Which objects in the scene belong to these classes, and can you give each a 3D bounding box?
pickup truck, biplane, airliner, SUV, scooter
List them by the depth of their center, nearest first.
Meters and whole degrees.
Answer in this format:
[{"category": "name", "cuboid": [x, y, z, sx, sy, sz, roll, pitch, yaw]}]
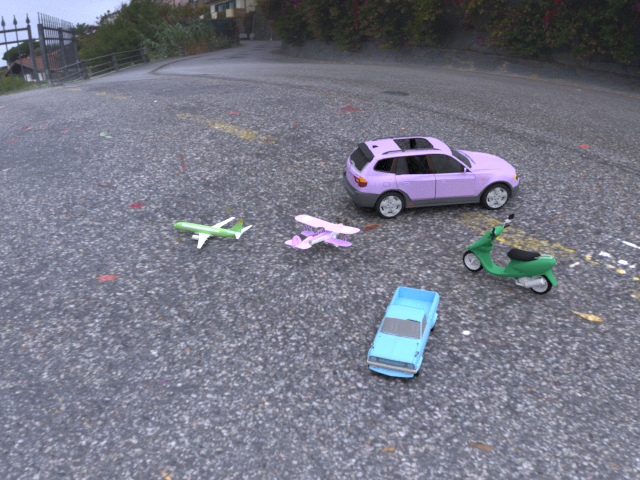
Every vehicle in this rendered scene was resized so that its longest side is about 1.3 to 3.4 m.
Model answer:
[{"category": "pickup truck", "cuboid": [1.045, 1.044, 8.534, 0.640, 0.511, 1.603, 9, 29, 16]}, {"category": "scooter", "cuboid": [2.643, 0.193, 9.731, 1.399, 0.919, 0.662, 20, 33, 33]}, {"category": "biplane", "cuboid": [-0.025, -0.068, 10.685, 1.090, 0.504, 1.336, -23, 35, -37]}, {"category": "airliner", "cuboid": [-1.767, -0.234, 11.087, 1.307, 0.429, 1.161, 10, 29, 19]}, {"category": "SUV", "cuboid": [1.937, -1.191, 12.172, 3.058, 1.128, 1.276, -5, 28, -10]}]
